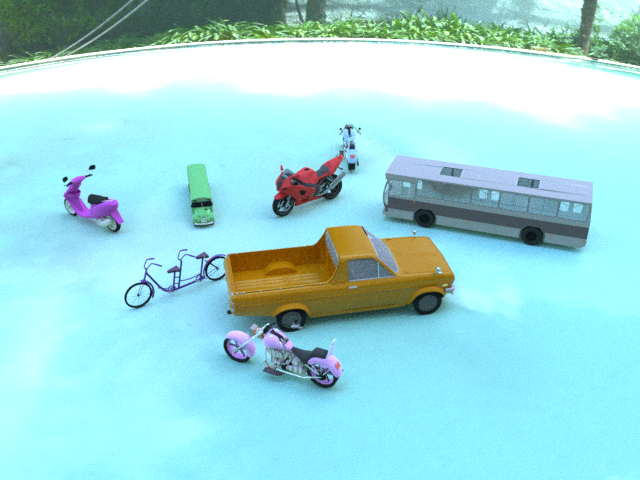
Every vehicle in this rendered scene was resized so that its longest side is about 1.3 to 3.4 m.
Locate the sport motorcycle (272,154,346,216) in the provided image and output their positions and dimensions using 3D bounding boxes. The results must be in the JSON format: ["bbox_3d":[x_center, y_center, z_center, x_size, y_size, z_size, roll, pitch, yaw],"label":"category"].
[{"bbox_3d":[-0.196,-0.946,12.056,1.520,0.821,0.506,-22,37,-33],"label":"sport motorcycle"}]

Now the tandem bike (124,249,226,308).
[{"bbox_3d":[-1.969,0.459,9.806,1.642,0.682,0.283,-19,36,-29],"label":"tandem bike"}]

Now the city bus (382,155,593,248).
[{"bbox_3d":[2.697,-0.623,11.434,3.255,0.894,0.926,10,32,17],"label":"city bus"}]

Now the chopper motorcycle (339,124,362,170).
[{"bbox_3d":[0.582,-1.946,13.814,0.466,0.761,1.563,-1,31,-2],"label":"chopper motorcycle"}]

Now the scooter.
[{"bbox_3d":[-3.778,-0.676,11.500,1.399,0.919,0.662,19,35,28],"label":"scooter"}]

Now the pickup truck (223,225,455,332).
[{"bbox_3d":[0.251,0.420,9.566,3.117,0.993,1.244,-6,31,-10],"label":"pickup truck"}]

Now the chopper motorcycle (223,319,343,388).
[{"bbox_3d":[-0.464,1.285,8.324,1.563,0.761,0.466,14,33,22],"label":"chopper motorcycle"}]

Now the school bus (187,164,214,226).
[{"bbox_3d":[-2.089,-0.794,12.180,0.365,0.434,1.708,-6,31,-11],"label":"school bus"}]
